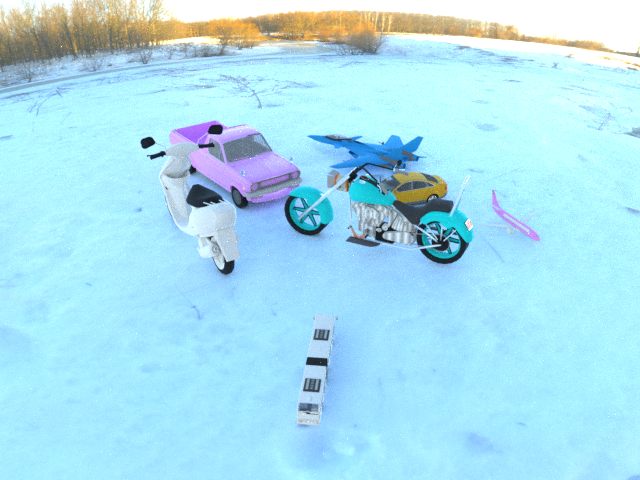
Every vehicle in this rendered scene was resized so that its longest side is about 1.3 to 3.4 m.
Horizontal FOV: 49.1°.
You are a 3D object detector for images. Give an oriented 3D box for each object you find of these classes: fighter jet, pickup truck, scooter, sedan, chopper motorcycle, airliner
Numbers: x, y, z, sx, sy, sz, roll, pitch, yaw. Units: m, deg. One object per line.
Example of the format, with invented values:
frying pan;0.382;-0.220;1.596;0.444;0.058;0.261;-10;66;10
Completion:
fighter jet;0.765;-1.980;14.156;2.640;0.557;2.229;21;35;33
pickup truck;-1.637;-1.593;13.000;1.244;0.993;3.117;-20;34;-32
scooter;-1.883;-0.699;10.550;1.288;1.786;2.721;-16;33;-26
sedan;1.447;-0.897;12.262;1.613;0.483;0.635;-8;30;-14
chopper motorcycle;0.835;-0.530;10.560;3.040;1.480;0.906;14;32;23
airliner;3.160;-0.385;11.386;1.161;0.429;1.307;-12;31;-21

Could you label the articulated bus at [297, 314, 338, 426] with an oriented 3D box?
articulated bus;-0.026;1.461;8.174;0.311;0.289;1.749;3;29;6
